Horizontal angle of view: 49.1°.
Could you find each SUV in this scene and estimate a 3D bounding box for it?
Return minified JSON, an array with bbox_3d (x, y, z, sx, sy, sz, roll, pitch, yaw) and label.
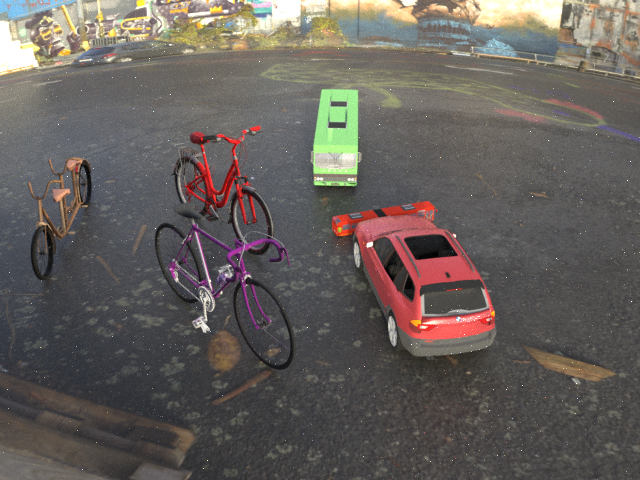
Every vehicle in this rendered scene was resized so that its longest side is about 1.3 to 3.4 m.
[{"bbox_3d":[1.316,0.369,9.372,1.276,1.128,3.058,-5,30,-9],"label":"SUV"}]

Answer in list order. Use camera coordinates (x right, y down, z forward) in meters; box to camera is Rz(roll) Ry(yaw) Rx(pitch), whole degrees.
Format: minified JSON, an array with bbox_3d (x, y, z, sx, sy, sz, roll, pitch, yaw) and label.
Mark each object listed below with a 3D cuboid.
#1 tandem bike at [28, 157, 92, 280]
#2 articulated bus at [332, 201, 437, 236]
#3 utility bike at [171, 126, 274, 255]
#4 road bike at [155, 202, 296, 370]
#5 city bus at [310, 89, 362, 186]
[{"bbox_3d":[-4.022,-0.637,10.944,0.550,1.326,3.192,-1,30,-2],"label":"tandem bike"},{"bbox_3d":[1.061,-0.351,11.490,1.749,0.289,0.311,-10,31,-17],"label":"articulated bus"},{"bbox_3d":[-1.535,-0.974,11.016,1.039,1.839,2.791,-24,37,-35],"label":"utility bike"},{"bbox_3d":[-1.288,0.440,8.712,0.696,1.656,3.004,-24,37,-36],"label":"road bike"},{"bbox_3d":[0.350,-2.067,13.897,0.926,0.894,3.255,1,30,2],"label":"city bus"}]
